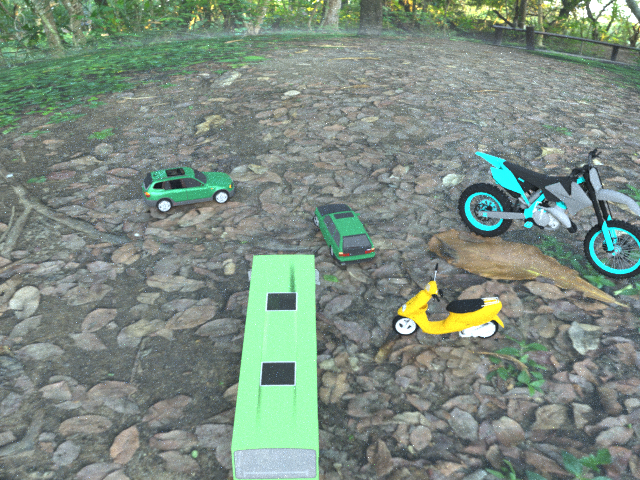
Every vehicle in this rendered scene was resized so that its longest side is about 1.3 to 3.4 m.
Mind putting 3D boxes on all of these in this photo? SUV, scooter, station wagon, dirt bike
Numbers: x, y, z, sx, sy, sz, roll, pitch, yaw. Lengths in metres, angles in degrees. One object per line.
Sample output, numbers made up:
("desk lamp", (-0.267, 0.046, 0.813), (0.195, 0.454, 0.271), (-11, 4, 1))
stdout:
("SUV", (-2.261, -0.936, 11.981), (1.572, 0.580, 0.656), (-10, 33, -16))
("scooter", (1.615, 0.845, 8.742), (1.399, 0.919, 0.662), (2, 31, 3))
("station wagon", (0.356, -0.197, 10.874), (0.682, 0.473, 1.597), (-8, 32, -12))
("dirt bike", (3.387, -0.484, 10.200), (2.903, 1.666, 1.024), (21, 37, 30))

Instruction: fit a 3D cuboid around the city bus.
("city bus", (-0.432, 1.405, 7.849), (0.926, 0.894, 3.255), (-1, 31, -1))
